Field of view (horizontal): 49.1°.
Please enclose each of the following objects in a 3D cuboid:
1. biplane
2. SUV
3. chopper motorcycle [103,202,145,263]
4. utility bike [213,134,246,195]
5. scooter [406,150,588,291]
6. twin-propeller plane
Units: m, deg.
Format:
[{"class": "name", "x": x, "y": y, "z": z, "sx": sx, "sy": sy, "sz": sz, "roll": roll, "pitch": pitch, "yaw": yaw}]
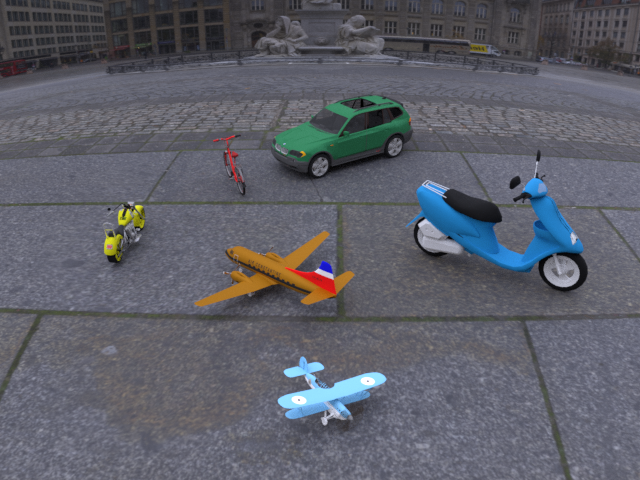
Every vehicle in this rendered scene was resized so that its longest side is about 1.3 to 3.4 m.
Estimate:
[{"class": "biplane", "x": 0.066, "y": 1.665, "z": 7.701, "sx": 1.336, "sy": 0.504, "sz": 1.090, "roll": -16, "pitch": 32, "yaw": -28}, {"class": "SUV", "x": 0.477, "y": -2.190, "z": 14.217, "sx": 3.058, "sy": 1.128, "sz": 1.276, "roll": -18, "pitch": 33, "yaw": -30}, {"class": "chopper motorcycle", "x": -3.052, "y": -0.247, "z": 10.989, "sx": 0.466, "sy": 0.761, "sz": 1.563, "roll": 2, "pitch": 28, "yaw": 4}, {"class": "utility bike", "x": -1.651, "y": -1.419, "z": 12.975, "sx": 0.535, "sy": 0.946, "sz": 1.435, "roll": -10, "pitch": 30, "yaw": -19}, {"class": "scooter", "x": 2.540, "y": -0.328, "z": 10.056, "sx": 2.721, "sy": 1.786, "sz": 1.288, "roll": 16, "pitch": 32, "yaw": 27}, {"class": "twin-propeller plane", "x": -0.597, "y": 0.368, "z": 9.812, "sx": 2.129, "sy": 0.792, "sz": 2.663, "roll": 22, "pitch": 35, "yaw": 35}]
